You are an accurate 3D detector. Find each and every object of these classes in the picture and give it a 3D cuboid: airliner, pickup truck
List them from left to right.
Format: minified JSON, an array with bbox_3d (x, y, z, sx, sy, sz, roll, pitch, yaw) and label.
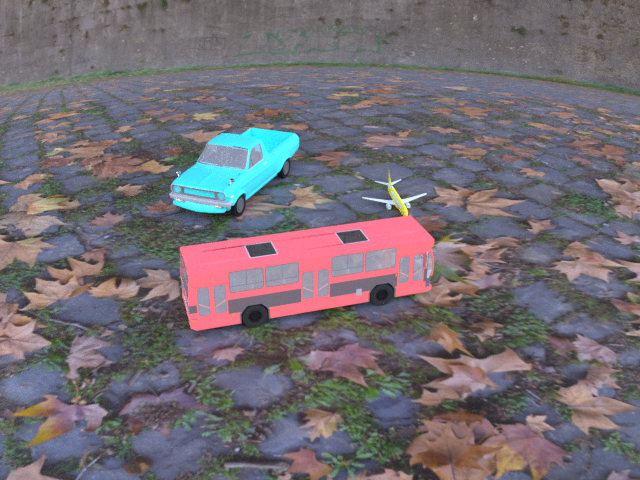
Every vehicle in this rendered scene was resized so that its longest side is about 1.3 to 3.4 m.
[{"bbox_3d":[-1.461,-1.410,12.717,1.244,0.993,3.117,10,29,19],"label":"pickup truck"},{"bbox_3d":[1.335,-0.800,12.142,1.161,0.429,1.307,-4,27,-8],"label":"airliner"}]

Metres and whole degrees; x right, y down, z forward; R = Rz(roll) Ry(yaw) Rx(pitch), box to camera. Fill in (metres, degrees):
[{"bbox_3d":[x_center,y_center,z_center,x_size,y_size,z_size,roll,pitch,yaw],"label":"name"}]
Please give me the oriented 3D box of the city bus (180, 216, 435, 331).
[{"bbox_3d":[-0.150,0.434,9.216,3.255,0.894,0.926,-8,28,-15],"label":"city bus"}]
